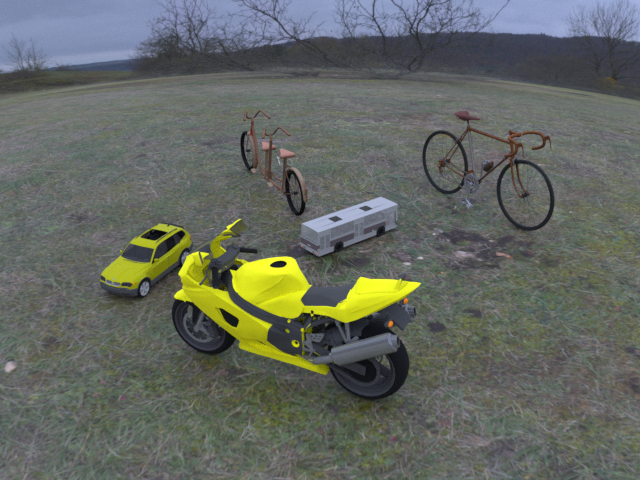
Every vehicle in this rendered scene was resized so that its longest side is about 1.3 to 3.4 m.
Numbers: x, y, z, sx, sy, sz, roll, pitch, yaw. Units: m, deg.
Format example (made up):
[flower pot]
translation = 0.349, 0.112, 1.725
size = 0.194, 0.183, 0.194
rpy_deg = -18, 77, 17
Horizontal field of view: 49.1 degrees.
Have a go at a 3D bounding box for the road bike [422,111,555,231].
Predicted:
[road bike]
translation = 2.746, -1.273, 11.749
size = 0.696, 1.656, 3.004
rpy_deg = -17, 31, -30

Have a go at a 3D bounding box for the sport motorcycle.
[sport motorcycle]
translation = -0.382, 0.797, 7.635
size = 2.955, 1.596, 0.983
rpy_deg = 11, 28, 21

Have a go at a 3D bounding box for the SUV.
[SUV]
translation = -2.433, 0.246, 9.894
size = 0.656, 0.580, 1.572
rpy_deg = 11, 29, 22

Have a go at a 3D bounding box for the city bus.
[city bus]
translation = 0.483, -0.205, 10.940
size = 1.674, 0.460, 0.476
rpy_deg = -20, 33, -35

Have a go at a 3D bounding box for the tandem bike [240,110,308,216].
[tandem bike]
translation = -0.898, -1.492, 12.564
size = 0.550, 1.326, 3.192
rpy_deg = -12, 29, -22
